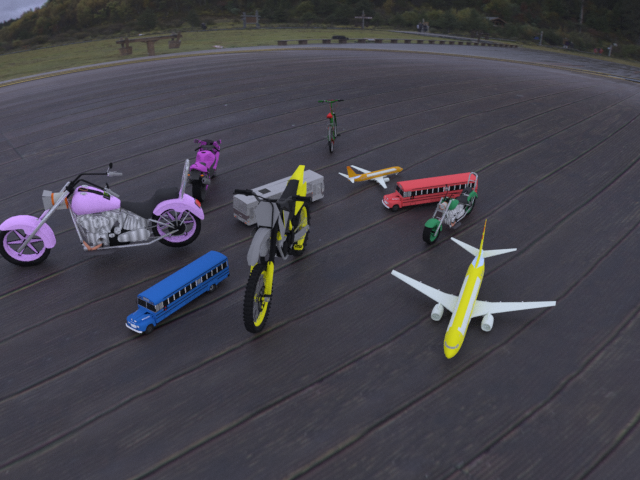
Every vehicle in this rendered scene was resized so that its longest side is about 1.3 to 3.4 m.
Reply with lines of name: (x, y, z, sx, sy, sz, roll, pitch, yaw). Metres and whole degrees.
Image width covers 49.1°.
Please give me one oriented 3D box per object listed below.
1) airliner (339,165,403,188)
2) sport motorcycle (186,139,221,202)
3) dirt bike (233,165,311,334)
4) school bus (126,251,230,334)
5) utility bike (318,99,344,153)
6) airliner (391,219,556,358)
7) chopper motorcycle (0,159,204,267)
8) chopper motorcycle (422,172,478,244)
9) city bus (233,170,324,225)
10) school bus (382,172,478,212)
airliner: (1.030, -1.310, 13.139, 1.307, 0.429, 1.161, -16, 34, -26)
sport motorcycle: (-2.098, -1.296, 12.722, 0.506, 0.821, 1.520, 2, 30, 4)
dirt bike: (-0.546, -0.046, 9.697, 1.024, 1.666, 2.903, 7, 31, 12)
school bus: (-1.944, 0.703, 9.630, 0.365, 0.434, 1.708, 19, 35, 30)
utility bike: (0.207, -2.414, 14.543, 0.535, 0.946, 1.435, 3, 30, 5)
airliner: (1.990, 0.624, 9.366, 2.257, 0.835, 2.541, 11, 32, 18)
chopper motorcycle: (-3.296, -0.413, 10.523, 3.040, 1.480, 0.906, -6, 30, -10)
chopper motorcycle: (2.146, -0.529, 11.447, 0.466, 0.761, 1.563, 22, 36, 33)
city bus: (-0.690, -0.727, 12.094, 1.674, 0.460, 0.476, -23, 37, -34)
school bus: (1.934, -0.855, 12.343, 1.708, 0.434, 0.365, -9, 31, -15)
